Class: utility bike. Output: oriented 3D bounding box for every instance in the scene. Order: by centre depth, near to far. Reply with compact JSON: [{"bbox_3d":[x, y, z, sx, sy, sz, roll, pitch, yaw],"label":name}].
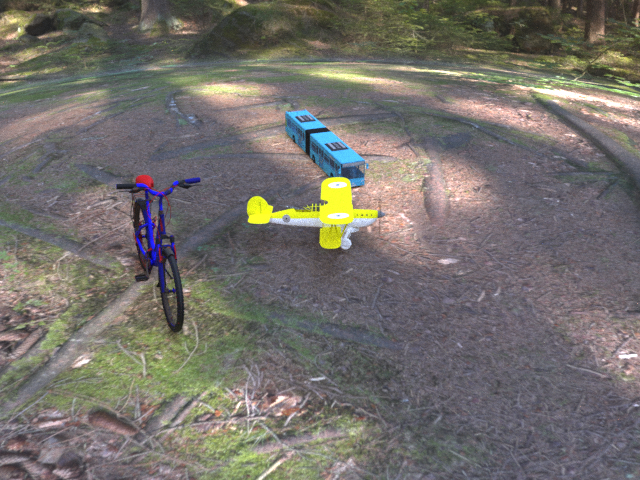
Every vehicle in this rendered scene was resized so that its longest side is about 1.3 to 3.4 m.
[{"bbox_3d":[-2.130,-0.098,9.328,1.039,1.839,2.791,-12,30,-21],"label":"utility bike"}]

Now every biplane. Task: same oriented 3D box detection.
[{"bbox_3d":[-0.058,-0.386,10.795,2.120,0.981,2.598,0,28,1],"label":"biplane"}]

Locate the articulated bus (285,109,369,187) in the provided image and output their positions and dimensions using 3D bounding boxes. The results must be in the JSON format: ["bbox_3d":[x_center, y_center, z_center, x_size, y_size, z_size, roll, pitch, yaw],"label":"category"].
[{"bbox_3d":[0.033,-1.908,14.134,0.605,0.561,3.401,-10,29,-18],"label":"articulated bus"}]
